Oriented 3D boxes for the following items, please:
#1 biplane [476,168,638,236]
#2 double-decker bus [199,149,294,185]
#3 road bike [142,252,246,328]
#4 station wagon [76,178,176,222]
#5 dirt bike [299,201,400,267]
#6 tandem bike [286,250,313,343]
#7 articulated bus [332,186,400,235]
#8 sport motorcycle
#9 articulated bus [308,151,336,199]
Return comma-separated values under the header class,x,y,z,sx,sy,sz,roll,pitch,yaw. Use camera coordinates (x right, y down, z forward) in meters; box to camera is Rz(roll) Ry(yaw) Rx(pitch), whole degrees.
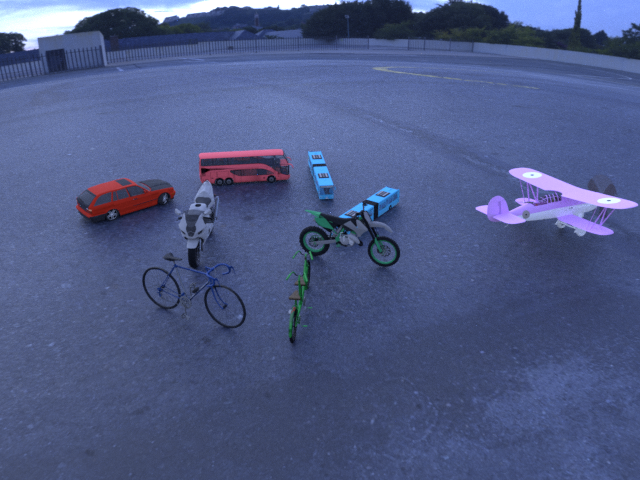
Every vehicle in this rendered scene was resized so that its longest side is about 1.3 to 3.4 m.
class,x,y,z,sx,sy,sz,roll,pitch,yaw
biplane,3.400,-0.504,10.511,2.120,0.981,2.598,-10,29,-18
double-decker bus,-1.324,-1.312,12.561,1.672,0.541,0.389,-4,27,-7
road bike,-1.566,0.588,8.531,1.545,0.852,0.358,13,30,24
station wagon,-3.178,-0.748,11.540,1.597,0.473,0.682,-21,34,-35
dirt bike,0.409,-0.084,9.831,1.493,0.857,0.527,9,29,17
tandem bike,-0.246,0.621,8.653,0.283,0.682,1.642,3,27,6
articulated bus,0.736,-0.444,11.150,0.311,0.289,1.749,18,32,31
sport motorcycle,-1.741,-0.241,10.175,0.506,0.821,1.520,1,27,1
articulated bus,0.004,-1.189,12.598,0.311,0.289,1.749,-3,27,-7
